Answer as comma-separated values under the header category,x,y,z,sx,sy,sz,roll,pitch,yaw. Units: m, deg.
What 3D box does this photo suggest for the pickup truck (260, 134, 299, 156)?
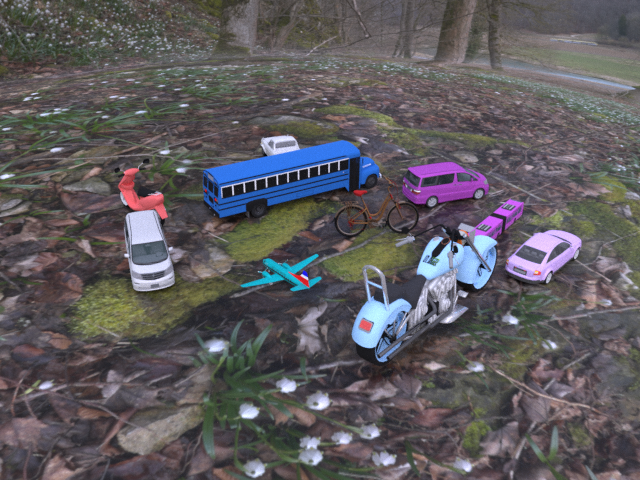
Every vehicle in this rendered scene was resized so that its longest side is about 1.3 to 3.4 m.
category,x,y,z,sx,sy,sz,roll,pitch,yaw
pickup truck,-0.691,-1.747,13.850,0.640,0.511,1.603,-10,30,-18

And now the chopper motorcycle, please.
category,x,y,z,sx,sy,sz,roll,pitch,yaw
chopper motorcycle,1.453,0.440,8.816,0.906,1.480,3.040,22,36,35

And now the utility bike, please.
category,x,y,z,sx,sy,sz,roll,pitch,yaw
utility bike,0.878,-0.530,11.157,1.435,0.946,0.535,-4,29,-7

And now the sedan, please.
category,x,y,z,sx,sy,sz,roll,pitch,yaw
sedan,3.341,0.166,10.362,0.635,0.483,1.613,24,36,36

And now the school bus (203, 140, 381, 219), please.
category,x,y,z,sx,sy,sz,roll,pitch,yaw
school bus,-0.398,-1.112,12.334,3.322,0.844,0.709,-16,32,-27

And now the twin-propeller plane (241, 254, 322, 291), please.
category,x,y,z,sx,sy,sz,roll,pitch,yaw
twin-propeller plane,-0.496,0.438,9.941,1.370,0.407,1.095,-22,35,-34

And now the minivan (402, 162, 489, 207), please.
category,x,y,z,sx,sy,sz,roll,pitch,yaw
minivan,2.258,-1.034,12.430,1.548,0.616,0.681,-10,30,-18

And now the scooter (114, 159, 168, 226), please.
category,x,y,z,sx,sy,sz,roll,pitch,yaw
scooter,-3.002,-0.809,11.698,0.662,0.919,1.399,-25,37,-38

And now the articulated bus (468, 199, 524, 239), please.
category,x,y,z,sx,sy,sz,roll,pitch,yaw
articulated bus,2.813,-0.235,11.302,0.311,0.289,1.749,20,34,32

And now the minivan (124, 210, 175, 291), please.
category,x,y,z,sx,sy,sz,roll,pitch,yaw
minivan,-2.527,0.143,10.266,0.681,0.616,1.548,-9,30,-16
